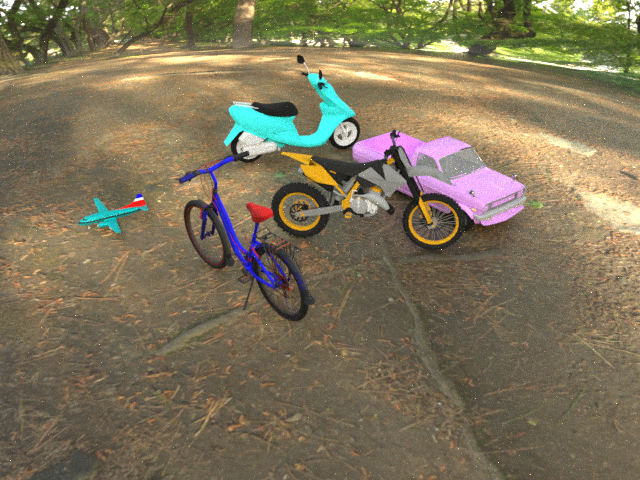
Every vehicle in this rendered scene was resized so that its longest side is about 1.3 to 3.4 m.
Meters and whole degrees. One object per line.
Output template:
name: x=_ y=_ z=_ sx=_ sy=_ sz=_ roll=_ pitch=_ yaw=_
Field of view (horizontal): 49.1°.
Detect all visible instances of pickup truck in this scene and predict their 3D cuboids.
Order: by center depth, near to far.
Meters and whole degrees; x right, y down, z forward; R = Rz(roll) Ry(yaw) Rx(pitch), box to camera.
pickup truck: x=1.931 y=-1.184 z=11.787 sx=1.244 sy=0.993 sz=3.117 roll=-21 pitch=36 yaw=-33

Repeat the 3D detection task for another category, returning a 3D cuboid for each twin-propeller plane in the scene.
twin-propeller plane: x=-3.287 y=-0.448 z=11.078 sx=1.095 sy=0.407 sz=1.370 roll=-16 pitch=33 yaw=-26

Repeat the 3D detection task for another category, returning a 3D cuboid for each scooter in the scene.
scooter: x=-0.485 y=-2.421 z=13.175 sx=2.721 sy=1.786 sz=1.288 roll=-10 pitch=31 yaw=-18

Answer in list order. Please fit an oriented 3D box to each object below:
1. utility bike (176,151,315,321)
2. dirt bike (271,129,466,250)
utility bike: x=-1.086 y=-0.057 z=8.925 sx=1.039 sy=1.839 sz=2.791 roll=-24 pitch=37 yaw=-35
dirt bike: x=0.685 y=-0.687 z=10.219 sx=2.903 sy=1.666 sz=1.024 roll=6 pitch=30 yaw=10
